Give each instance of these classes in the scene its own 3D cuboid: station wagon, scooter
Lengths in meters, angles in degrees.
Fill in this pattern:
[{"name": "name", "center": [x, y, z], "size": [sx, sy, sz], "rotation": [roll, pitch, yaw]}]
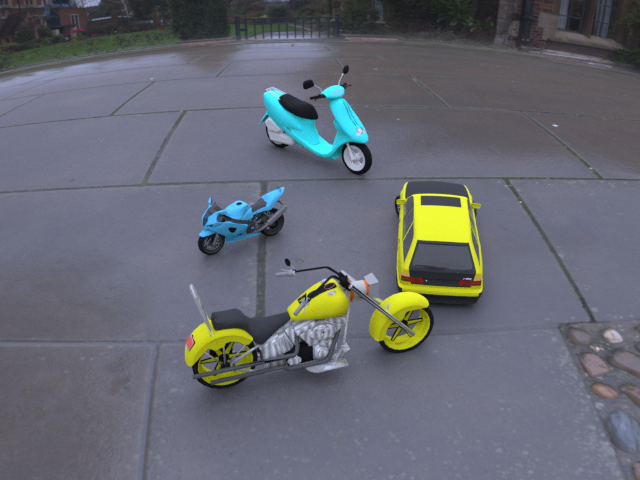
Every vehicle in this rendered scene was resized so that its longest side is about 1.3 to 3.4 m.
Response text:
[{"name": "station wagon", "center": [1.777, -0.220, 10.538], "size": [1.327, 0.920, 3.105], "rotation": [3, 31, 6]}, {"name": "scooter", "center": [-0.112, -2.350, 13.226], "size": [2.721, 1.786, 1.288], "rotation": [23, 38, 33]}]

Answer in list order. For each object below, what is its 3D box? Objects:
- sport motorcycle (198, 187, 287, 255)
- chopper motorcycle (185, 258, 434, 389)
[{"name": "sport motorcycle", "center": [-1.194, -0.298, 10.763], "size": [1.520, 0.821, 0.506], "rotation": [-19, 36, -28]}, {"name": "chopper motorcycle", "center": [-0.065, 0.906, 8.133], "size": [3.040, 1.480, 0.906], "rotation": [-10, 33, -16]}]
